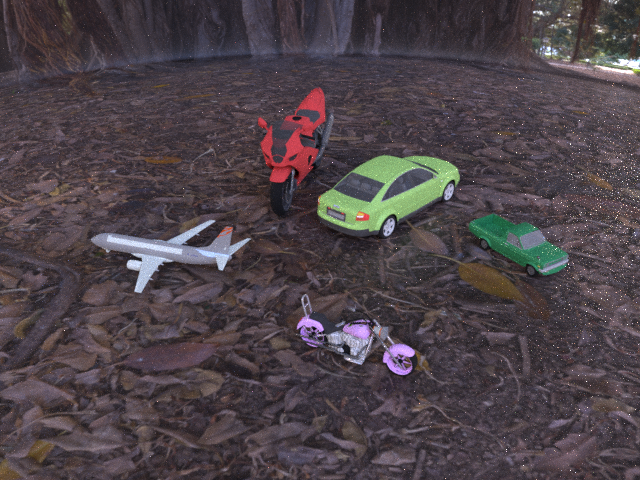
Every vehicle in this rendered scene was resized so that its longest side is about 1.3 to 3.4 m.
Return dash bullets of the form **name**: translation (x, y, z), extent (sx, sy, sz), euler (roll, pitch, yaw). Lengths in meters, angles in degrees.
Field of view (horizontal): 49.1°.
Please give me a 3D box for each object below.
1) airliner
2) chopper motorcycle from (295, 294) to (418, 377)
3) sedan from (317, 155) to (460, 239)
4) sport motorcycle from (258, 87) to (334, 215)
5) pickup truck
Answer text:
- **airliner**: translation (-2.397, -0.010, 10.512), extent (2.541, 0.835, 2.257), euler (10, 31, 17)
- **chopper motorcycle**: translation (0.433, 1.155, 8.493), extent (1.563, 0.761, 0.466), euler (13, 32, 22)
- **sedan**: translation (1.270, -0.943, 12.082), extent (1.235, 0.940, 3.137), euler (24, 37, 36)
- **sport motorcycle**: translation (-0.390, -1.666, 12.706), extent (0.983, 1.596, 2.955), euler (7, 30, 12)
- **pickup truck**: translation (3.044, 0.007, 10.813), extent (0.640, 0.511, 1.603), euler (-18, 34, -29)
